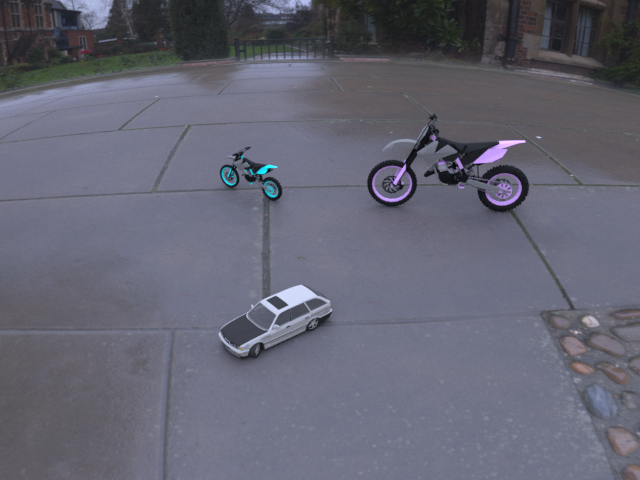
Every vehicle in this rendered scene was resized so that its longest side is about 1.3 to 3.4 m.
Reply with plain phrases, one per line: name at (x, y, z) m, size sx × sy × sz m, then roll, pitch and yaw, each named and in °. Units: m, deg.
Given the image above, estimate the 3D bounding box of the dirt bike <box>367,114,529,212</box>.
dirt bike at (2.306, -1.300, 12.512) m, size 2.903 × 1.666 × 1.024 m, roll 3°, pitch 29°, yaw 5°

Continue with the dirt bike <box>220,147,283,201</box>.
dirt bike at (-1.337, -1.269, 13.287) m, size 1.493 × 0.857 × 0.527 m, roll 18°, pitch 34°, yaw 29°

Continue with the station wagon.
station wagon at (-0.603, 1.054, 9.517) m, size 1.597 × 0.473 × 0.682 m, roll -21°, pitch 36°, yaw -33°
